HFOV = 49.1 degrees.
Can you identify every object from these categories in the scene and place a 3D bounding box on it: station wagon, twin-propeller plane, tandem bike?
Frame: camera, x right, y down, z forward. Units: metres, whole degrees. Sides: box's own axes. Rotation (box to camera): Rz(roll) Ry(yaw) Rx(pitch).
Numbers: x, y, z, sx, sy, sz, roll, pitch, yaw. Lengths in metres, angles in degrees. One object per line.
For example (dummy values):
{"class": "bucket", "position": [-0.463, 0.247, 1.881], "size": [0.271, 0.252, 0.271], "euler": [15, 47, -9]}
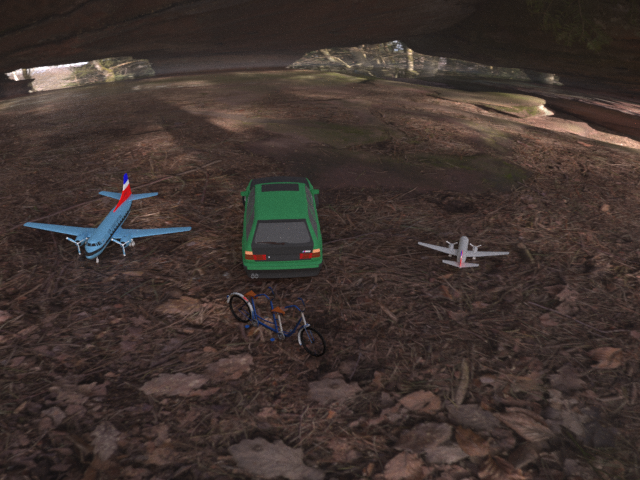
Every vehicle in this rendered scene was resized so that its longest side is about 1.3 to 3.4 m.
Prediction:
{"class": "station wagon", "position": [-0.624, -0.451, 11.172], "size": [1.327, 0.920, 3.105], "euler": [-2, 27, -4]}
{"class": "twin-propeller plane", "position": [-3.322, -0.352, 11.121], "size": [2.663, 0.792, 2.129], "euler": [2, 27, 3]}
{"class": "twin-propeller plane", "position": [2.157, 0.137, 10.585], "size": [1.370, 0.407, 1.095], "euler": [7, 28, 13]}
{"class": "tandem bike", "position": [-0.573, 0.933, 8.723], "size": [1.642, 0.682, 0.283], "euler": [20, 33, 33]}
